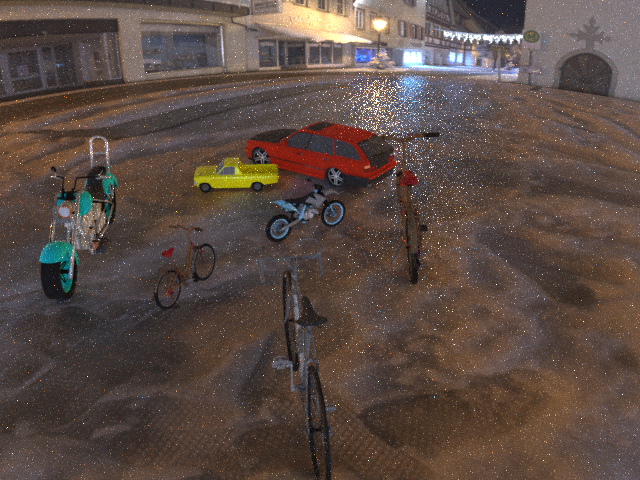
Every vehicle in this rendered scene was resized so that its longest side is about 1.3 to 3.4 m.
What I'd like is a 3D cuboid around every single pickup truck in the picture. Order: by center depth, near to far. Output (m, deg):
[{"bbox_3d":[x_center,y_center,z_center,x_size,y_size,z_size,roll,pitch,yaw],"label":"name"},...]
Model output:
[{"bbox_3d":[-1.566,-1.248,13.111,1.603,0.511,0.640,-1,26,-3],"label":"pickup truck"}]

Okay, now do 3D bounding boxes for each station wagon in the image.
[{"bbox_3d":[-0.059,-1.819,13.810,3.105,0.920,1.327,17,31,31],"label":"station wagon"}]

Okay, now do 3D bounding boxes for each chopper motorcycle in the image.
[{"bbox_3d":[-3.531,-0.409,10.301,0.906,1.480,3.040,0,26,-1],"label":"chopper motorcycle"}]

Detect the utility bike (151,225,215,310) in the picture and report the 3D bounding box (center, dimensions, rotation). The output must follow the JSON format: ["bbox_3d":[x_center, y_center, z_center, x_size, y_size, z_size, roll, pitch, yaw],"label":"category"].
[{"bbox_3d":[-1.882,0.299,9.464,0.535,0.946,1.435,12,28,22],"label":"utility bike"}]

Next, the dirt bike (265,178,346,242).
[{"bbox_3d":[-0.217,-0.485,11.163,1.493,0.857,0.527,-16,30,-29],"label":"dirt bike"}]

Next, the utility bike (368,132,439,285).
[{"bbox_3d":[1.205,-0.598,10.279,1.039,1.839,2.791,1,26,2],"label":"utility bike"}]

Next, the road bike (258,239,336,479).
[{"bbox_3d":[-0.179,1.094,7.037,0.696,1.656,3.004,-4,26,-9],"label":"road bike"}]
